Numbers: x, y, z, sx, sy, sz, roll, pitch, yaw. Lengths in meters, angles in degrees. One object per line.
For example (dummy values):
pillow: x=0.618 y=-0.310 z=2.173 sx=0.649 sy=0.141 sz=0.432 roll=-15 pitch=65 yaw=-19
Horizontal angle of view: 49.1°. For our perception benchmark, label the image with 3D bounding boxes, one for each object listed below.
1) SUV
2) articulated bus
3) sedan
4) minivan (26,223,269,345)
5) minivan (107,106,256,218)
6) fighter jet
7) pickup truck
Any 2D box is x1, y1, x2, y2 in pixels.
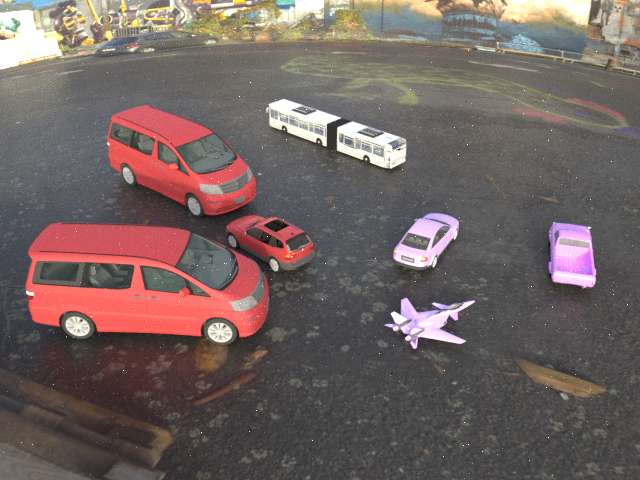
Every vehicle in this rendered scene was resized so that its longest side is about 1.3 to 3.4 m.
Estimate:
SUV: x=-0.776 y=-0.048 z=10.610 sx=0.656 sy=0.580 sz=1.572 roll=-27 pitch=40 yaw=-37
articulated bus: x=0.260 y=-2.205 z=14.278 sx=3.401 sy=0.561 sz=0.605 roll=26 pitch=39 yaw=36
sedan: x=1.656 y=-0.063 z=10.732 sx=0.635 sy=0.483 sz=1.613 roll=16 pitch=34 yaw=25
minivan: x=-2.182 y=0.505 z=9.069 sx=3.011 sy=1.197 sz=1.324 roll=2 pitch=31 yaw=3
minivan: x=-2.468 y=-1.434 z=12.349 sx=3.011 sy=1.197 sz=1.324 roll=24 pitch=38 yaw=34
fighter jet: x=1.561 y=0.955 z=9.203 sx=1.358 sy=0.286 sz=1.147 roll=-19 pitch=36 yaw=-29
pickup truck: x=3.714 y=0.165 z=10.320 sx=0.640 sy=0.511 sz=1.603 roll=8 pitch=32 yaw=13
